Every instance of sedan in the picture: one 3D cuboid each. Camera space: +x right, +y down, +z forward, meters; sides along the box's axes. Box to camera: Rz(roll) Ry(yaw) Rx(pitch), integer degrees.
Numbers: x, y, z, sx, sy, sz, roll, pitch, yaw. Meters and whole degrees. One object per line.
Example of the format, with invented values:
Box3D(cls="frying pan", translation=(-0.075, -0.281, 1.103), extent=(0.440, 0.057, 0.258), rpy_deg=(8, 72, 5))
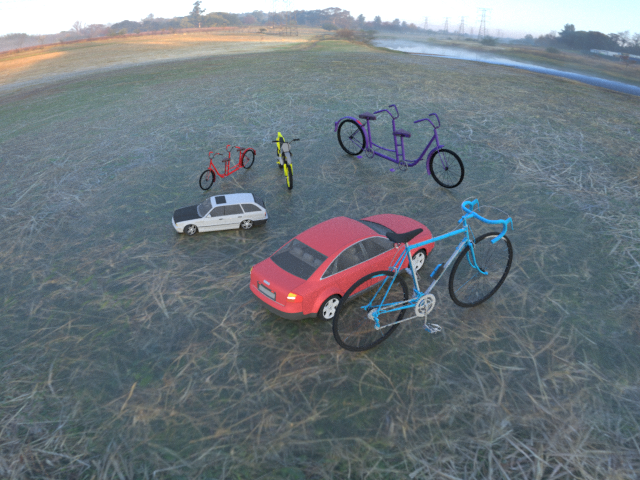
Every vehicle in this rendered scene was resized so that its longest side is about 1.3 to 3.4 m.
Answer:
Box3D(cls="sedan", translation=(0.415, 0.193, 10.226), extent=(3.137, 0.940, 1.235), rpy_deg=(-24, 37, -36))

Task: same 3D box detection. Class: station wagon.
Box3D(cls="station wagon", translation=(-1.706, -0.472, 11.866), extent=(1.597, 0.473, 0.682), rpy_deg=(-7, 30, -11))

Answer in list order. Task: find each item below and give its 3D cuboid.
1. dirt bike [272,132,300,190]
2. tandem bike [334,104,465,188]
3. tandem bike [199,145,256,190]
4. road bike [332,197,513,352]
Box3D(cls="dirt bike", translation=(-0.672, -1.583, 13.431), extent=(0.527, 0.857, 1.493), rpy_deg=(-6, 30, -10))
Box3D(cls="tandem bike", translation=(1.480, -1.971, 13.639), extent=(3.192, 1.326, 0.550), rpy_deg=(25, 38, 36))
Box3D(cls="tandem bike", translation=(-1.760, -1.493, 13.449), extent=(0.283, 0.682, 1.642), rpy_deg=(19, 35, 30))
Box3D(cls="road bike", translation=(1.430, 0.443, 9.062), extent=(3.004, 1.656, 0.697), rpy_deg=(-17, 34, -27))
